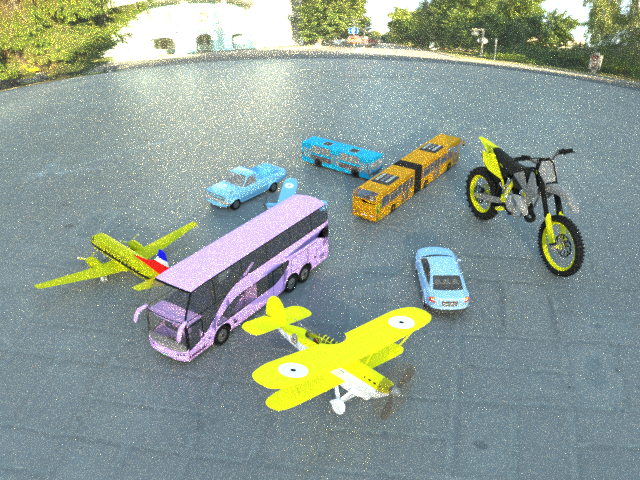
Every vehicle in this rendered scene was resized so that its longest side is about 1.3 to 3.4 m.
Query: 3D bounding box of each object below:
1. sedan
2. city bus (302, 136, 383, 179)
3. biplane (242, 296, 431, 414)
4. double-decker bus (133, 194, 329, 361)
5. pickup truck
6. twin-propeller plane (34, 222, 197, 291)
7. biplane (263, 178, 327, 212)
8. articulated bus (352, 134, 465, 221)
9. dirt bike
[{"bbox_3d":[1.707,0.474,9.884,0.635,0.483,1.613,0,28,0],"label":"sedan"},{"bbox_3d":[0.421,-1.605,13.751,1.674,0.460,0.476,20,34,32],"label":"city bus"},{"bbox_3d":[0.112,1.254,7.919,2.598,0.981,2.120,-25,37,-38],"label":"biplane"},{"bbox_3d":[-1.013,0.435,9.359,0.756,1.052,3.251,18,33,29],"label":"double-decker bus"},{"bbox_3d":[-1.326,-1.048,12.669,0.640,0.511,1.603,21,35,34],"label":"pickup truck"},{"bbox_3d":[-2.753,0.192,10.082,2.129,0.792,2.663,25,37,38],"label":"twin-propeller plane"},{"bbox_3d":[-0.428,-0.533,11.723,1.090,0.504,1.336,4,29,8],"label":"biplane"},{"bbox_3d":[1.689,-1.216,12.924,0.605,0.561,3.401,18,33,29],"label":"articulated bus"},{"bbox_3d":[3.120,-0.677,10.768,1.024,1.666,2.903,-11,30,-19],"label":"dirt bike"}]
